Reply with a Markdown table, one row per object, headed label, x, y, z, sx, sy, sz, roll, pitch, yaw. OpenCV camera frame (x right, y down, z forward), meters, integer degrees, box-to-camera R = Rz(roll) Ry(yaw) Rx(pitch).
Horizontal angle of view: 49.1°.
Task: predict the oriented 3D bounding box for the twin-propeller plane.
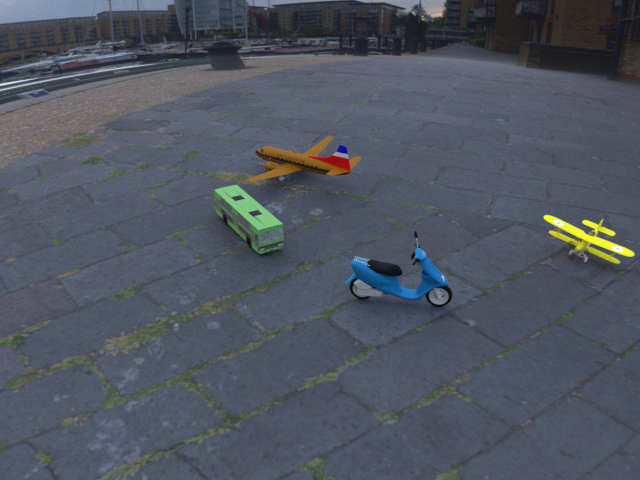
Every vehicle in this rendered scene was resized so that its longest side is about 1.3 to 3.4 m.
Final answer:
| label | x | y | z | sx | sy | sz | roll | pitch | yaw |
| --- | --- | --- | --- | --- | --- | --- | --- | --- | --- |
| twin-propeller plane | -0.346 | -1.527 | 12.785 | 2.129 | 0.792 | 2.663 | 18 | 33 | 29 |

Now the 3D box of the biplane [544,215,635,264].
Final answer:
| label | x | y | z | sx | sy | sz | roll | pitch | yaw |
| --- | --- | --- | --- | --- | --- | --- | --- | --- | --- |
| biplane | 3.958 | -0.003 | 10.265 | 1.336 | 0.504 | 1.090 | 20 | 34 | 33 |

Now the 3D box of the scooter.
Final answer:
| label | x | y | z | sx | sy | sz | roll | pitch | yaw |
| --- | --- | --- | --- | --- | --- | --- | --- | --- | --- |
| scooter | 1.029 | 0.417 | 9.053 | 1.399 | 0.919 | 0.662 | 5 | 29 | 9 |

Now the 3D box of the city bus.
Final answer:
| label | x | y | z | sx | sy | sz | roll | pitch | yaw |
| --- | --- | --- | --- | --- | --- | --- | --- | --- | --- |
| city bus | -1.132 | -0.328 | 10.915 | 0.476 | 0.460 | 1.674 | -16 | 32 | -26 |
